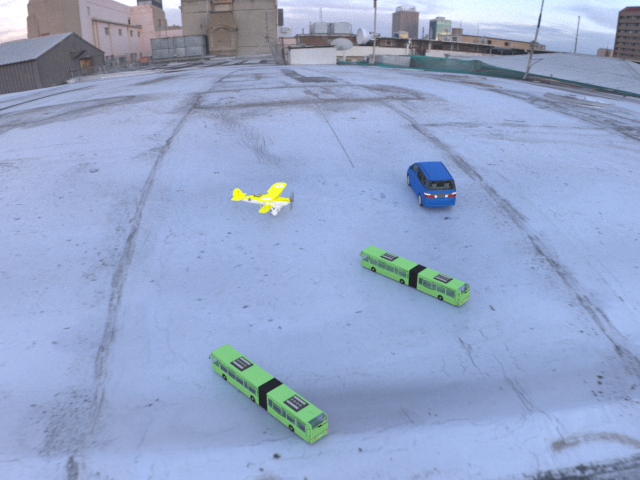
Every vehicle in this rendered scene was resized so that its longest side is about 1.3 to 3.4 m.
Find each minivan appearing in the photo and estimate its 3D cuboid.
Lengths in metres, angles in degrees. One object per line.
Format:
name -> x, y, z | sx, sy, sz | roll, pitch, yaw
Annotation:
minivan -> 2.007, -1.099, 12.721 | 0.681, 0.616, 1.548 | -3, 27, -5

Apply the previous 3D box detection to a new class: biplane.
biplane -> -0.973, -0.710, 12.088 | 1.090, 0.504, 1.336 | 5, 28, 10

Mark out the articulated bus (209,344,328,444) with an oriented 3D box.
articulated bus -> -0.600, 1.660, 7.734 | 0.311, 0.289, 1.749 | -24, 35, -38

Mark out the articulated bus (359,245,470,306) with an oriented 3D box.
articulated bus -> 1.318, 0.490, 9.999 | 1.749, 0.289, 0.311 | 23, 35, 37
